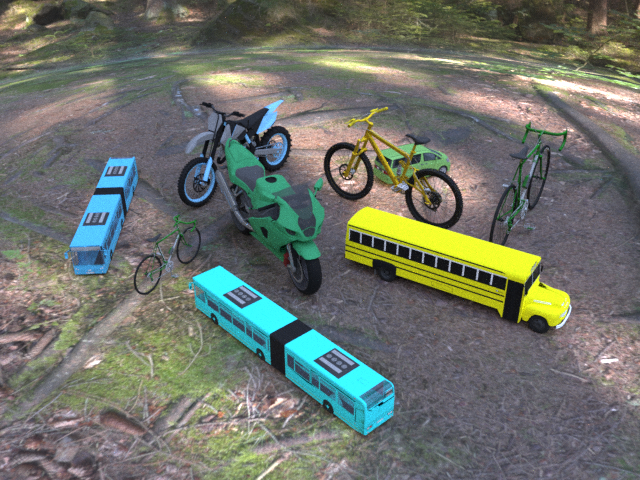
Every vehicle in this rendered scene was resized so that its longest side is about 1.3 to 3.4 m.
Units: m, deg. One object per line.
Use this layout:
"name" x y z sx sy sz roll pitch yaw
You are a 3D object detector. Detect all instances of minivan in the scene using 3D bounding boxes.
"minivan" 1.807 -1.513 13.531 1.548 0.616 0.681 -15 34 -24

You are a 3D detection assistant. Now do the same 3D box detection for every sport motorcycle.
"sport motorcycle" -0.753 -0.410 10.667 0.983 1.596 2.955 -16 34 -25

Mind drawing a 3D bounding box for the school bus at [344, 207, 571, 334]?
"school bus" 1.936 0.375 10.068 3.322 0.844 0.709 18 35 28

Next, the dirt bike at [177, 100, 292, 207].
"dirt bike" -1.506 -1.722 12.847 1.024 1.666 2.903 22 37 33

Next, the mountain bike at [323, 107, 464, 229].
"mountain bike" 1.198 -1.212 11.951 2.857 1.688 1.114 22 37 33

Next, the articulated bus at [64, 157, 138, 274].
"articulated bus" -3.599 -0.517 11.878 0.605 0.561 3.401 -2 30 -4

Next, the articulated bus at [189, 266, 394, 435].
"articulated bus" -0.473 1.265 8.823 0.605 0.561 3.401 -25 38 -36

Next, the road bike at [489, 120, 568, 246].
"road bike" 3.348 -0.913 11.470 0.697 1.656 3.004 17 34 27

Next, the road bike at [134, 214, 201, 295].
"road bike" -2.250 0.184 10.388 0.358 0.852 1.545 15 34 24
